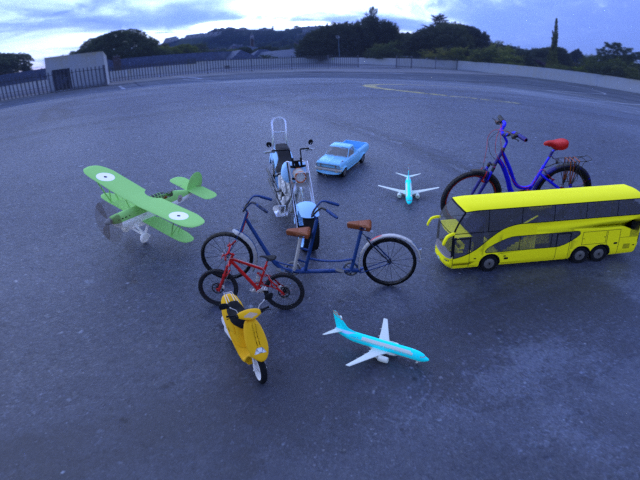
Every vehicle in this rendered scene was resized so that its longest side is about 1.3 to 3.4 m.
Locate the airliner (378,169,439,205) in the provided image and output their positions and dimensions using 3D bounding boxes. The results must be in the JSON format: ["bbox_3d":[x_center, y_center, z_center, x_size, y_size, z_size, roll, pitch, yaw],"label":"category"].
[{"bbox_3d":[1.680,-1.047,13.226,1.161,0.429,1.307,2,26,5],"label":"airliner"}]

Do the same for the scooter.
[{"bbox_3d":[-0.912,1.018,8.361,0.662,0.919,1.399,-11,28,-22],"label":"scooter"}]

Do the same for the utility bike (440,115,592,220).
[{"bbox_3d":[3.402,-1.061,11.627,2.791,1.839,1.039,-5,26,-10],"label":"utility bike"}]

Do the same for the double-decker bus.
[{"bbox_3d":[3.308,-0.201,10.745,3.251,1.052,0.756,-5,26,-9],"label":"double-decker bus"}]

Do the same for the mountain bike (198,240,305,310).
[{"bbox_3d":[-0.936,0.530,9.437,1.469,0.868,0.573,3,26,6],"label":"mountain bike"}]

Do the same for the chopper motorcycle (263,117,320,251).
[{"bbox_3d":[-0.464,-1.019,11.954,0.906,1.480,3.040,-6,26,-12],"label":"chopper motorcycle"}]

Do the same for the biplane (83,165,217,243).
[{"bbox_3d":[-2.688,-0.586,11.630,2.598,0.981,2.120,18,31,32],"label":"biplane"}]

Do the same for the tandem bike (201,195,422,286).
[{"bbox_3d":[-0.142,0.030,9.949,3.192,1.326,0.550,2,26,4],"label":"tandem bike"}]

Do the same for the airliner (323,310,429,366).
[{"bbox_3d":[0.720,1.193,8.563,1.307,0.429,1.161,13,28,25],"label":"airliner"}]

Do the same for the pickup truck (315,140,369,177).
[{"bbox_3d":[0.481,-1.787,14.671,0.640,0.511,1.603,12,28,23],"label":"pickup truck"}]
